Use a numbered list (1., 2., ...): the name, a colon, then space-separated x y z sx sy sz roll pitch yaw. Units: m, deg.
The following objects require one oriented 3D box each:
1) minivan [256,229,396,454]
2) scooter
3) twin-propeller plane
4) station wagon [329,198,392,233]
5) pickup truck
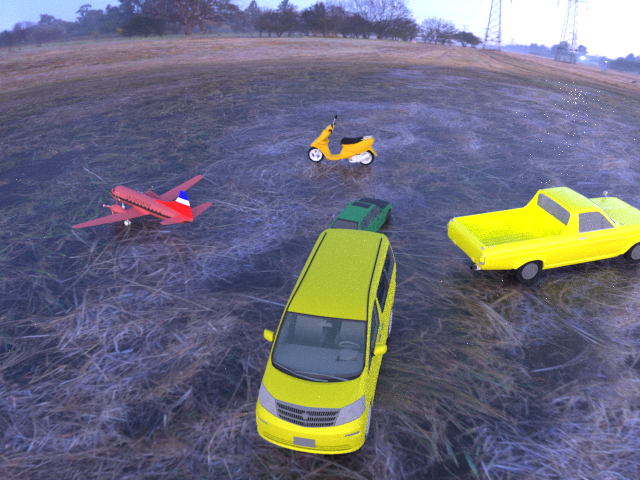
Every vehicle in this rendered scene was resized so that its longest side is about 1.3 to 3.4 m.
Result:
1. minivan: 0.165 1.012 7.981 1.324 1.197 3.011 6 28 11
2. scooter: 0.441 -1.942 13.890 1.399 0.919 0.662 4 28 8
3. twin-propeller plane: -2.834 -0.674 11.617 2.129 0.792 2.663 21 34 34
4. station wagon: 0.679 -0.374 11.391 0.682 0.473 1.597 12 30 22
5. pickup truck: 3.515 -0.183 10.469 3.117 0.993 1.244 -8 29 -15
